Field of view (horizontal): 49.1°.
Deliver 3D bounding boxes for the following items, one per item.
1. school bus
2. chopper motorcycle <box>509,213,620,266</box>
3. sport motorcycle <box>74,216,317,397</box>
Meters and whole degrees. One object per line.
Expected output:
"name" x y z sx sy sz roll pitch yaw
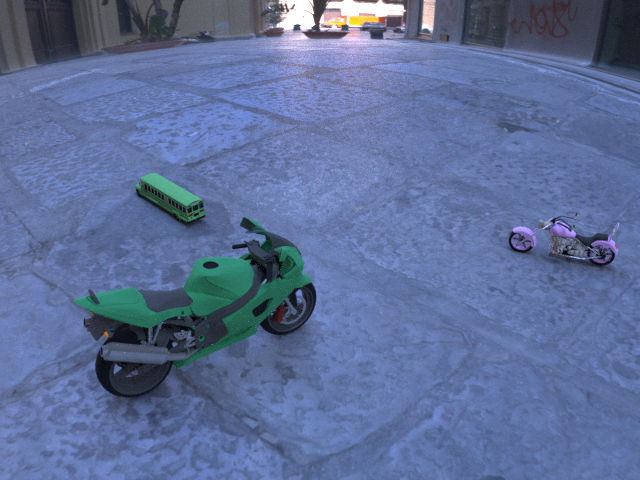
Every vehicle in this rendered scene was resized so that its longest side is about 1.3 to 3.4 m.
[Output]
"school bus" -2.612 -0.753 11.986 0.365 0.434 1.708 -27 40 -36
"chopper motorcycle" 3.660 -0.049 10.507 1.563 0.761 0.466 12 33 18
"sport motorcycle" -1.302 0.811 8.278 2.955 1.596 0.983 -19 36 -28
